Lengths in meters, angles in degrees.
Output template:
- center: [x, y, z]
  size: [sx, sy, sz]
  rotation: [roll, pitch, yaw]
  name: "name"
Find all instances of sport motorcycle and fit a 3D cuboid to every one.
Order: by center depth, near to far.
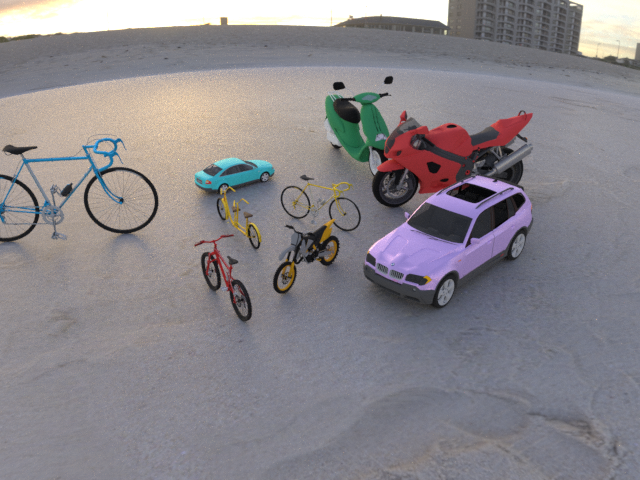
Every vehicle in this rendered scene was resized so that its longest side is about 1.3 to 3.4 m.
- center: [2.331, -1.438, 12.333]
  size: [2.955, 1.596, 0.983]
  rotation: [-7, 28, -14]
  name: "sport motorcycle"

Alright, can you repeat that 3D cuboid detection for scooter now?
- center: [0.715, -2.411, 14.026]
  size: [1.288, 1.786, 2.721]
  rotation: [-11, 29, -21]
  name: "scooter"

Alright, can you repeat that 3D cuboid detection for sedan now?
- center: [-1.600, -1.295, 13.276]
  size: [1.613, 0.483, 0.635]
  rotation: [-20, 33, -33]
  name: "sedan"

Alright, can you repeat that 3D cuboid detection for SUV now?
- center: [1.949, -0.097, 10.228]
  size: [1.276, 1.128, 3.058]
  rotation: [24, 35, 38]
  name: "SUV"

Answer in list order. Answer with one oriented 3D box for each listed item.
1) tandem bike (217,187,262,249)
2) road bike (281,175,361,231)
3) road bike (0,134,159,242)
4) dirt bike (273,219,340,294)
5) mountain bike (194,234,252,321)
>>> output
- center: [-1.337, -0.403, 11.316]
  size: [0.283, 0.682, 1.642]
  rotation: [-16, 31, -28]
  name: "tandem bike"
- center: [-0.007, -0.641, 11.594]
  size: [1.545, 0.852, 0.358]
  rotation: [15, 31, 27]
  name: "road bike"
- center: [-4.094, -0.779, 10.980]
  size: [3.004, 1.656, 0.697]
  rotation: [-4, 27, -8]
  name: "road bike"
- center: [-0.170, 0.172, 10.000]
  size: [0.527, 0.857, 1.493]
  rotation: [19, 33, 33]
  name: "dirt bike"
- center: [-1.280, 0.475, 9.396]
  size: [0.573, 0.868, 1.469]
  rotation: [-16, 31, -29]
  name: "mountain bike"
